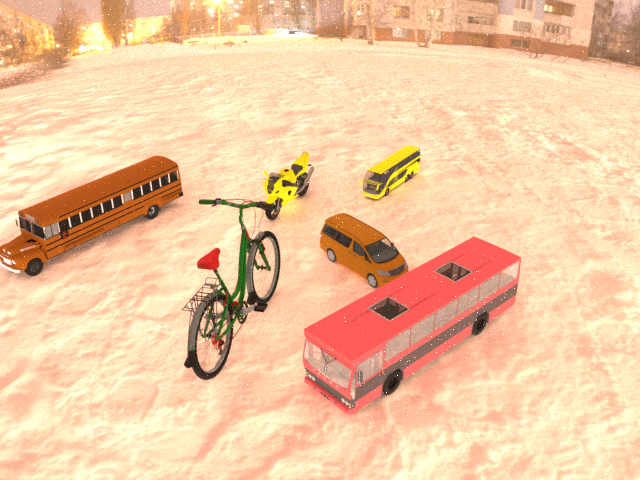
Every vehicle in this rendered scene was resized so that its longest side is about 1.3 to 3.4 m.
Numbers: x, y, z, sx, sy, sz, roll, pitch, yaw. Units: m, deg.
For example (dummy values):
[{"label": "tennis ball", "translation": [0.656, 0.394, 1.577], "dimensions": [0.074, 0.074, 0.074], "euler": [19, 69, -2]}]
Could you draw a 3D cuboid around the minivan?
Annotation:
[{"label": "minivan", "translation": [0.669, 0.146, 10.677], "dimensions": [0.681, 0.616, 1.548], "euler": [-22, 36, -33]}]

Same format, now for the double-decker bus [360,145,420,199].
[{"label": "double-decker bus", "translation": [1.363, -1.282, 13.249], "dimensions": [0.389, 0.541, 1.672], "euler": [20, 35, 30]}]

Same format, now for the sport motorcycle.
[{"label": "sport motorcycle", "translation": [-0.570, -0.969, 12.421], "dimensions": [0.506, 0.821, 1.520], "euler": [14, 33, 23]}]

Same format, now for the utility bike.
[{"label": "utility bike", "translation": [-1.158, 0.443, 8.926], "dimensions": [1.039, 1.839, 2.791], "euler": [9, 31, 16]}]

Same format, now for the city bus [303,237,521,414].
[{"label": "city bus", "translation": [1.257, 1.003, 8.898], "dimensions": [3.255, 0.894, 0.926], "euler": [-24, 38, -36]}]

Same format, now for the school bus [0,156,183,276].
[{"label": "school bus", "translation": [-3.721, -0.466, 11.518], "dimensions": [0.709, 0.844, 3.322], "euler": [21, 36, 32]}]
